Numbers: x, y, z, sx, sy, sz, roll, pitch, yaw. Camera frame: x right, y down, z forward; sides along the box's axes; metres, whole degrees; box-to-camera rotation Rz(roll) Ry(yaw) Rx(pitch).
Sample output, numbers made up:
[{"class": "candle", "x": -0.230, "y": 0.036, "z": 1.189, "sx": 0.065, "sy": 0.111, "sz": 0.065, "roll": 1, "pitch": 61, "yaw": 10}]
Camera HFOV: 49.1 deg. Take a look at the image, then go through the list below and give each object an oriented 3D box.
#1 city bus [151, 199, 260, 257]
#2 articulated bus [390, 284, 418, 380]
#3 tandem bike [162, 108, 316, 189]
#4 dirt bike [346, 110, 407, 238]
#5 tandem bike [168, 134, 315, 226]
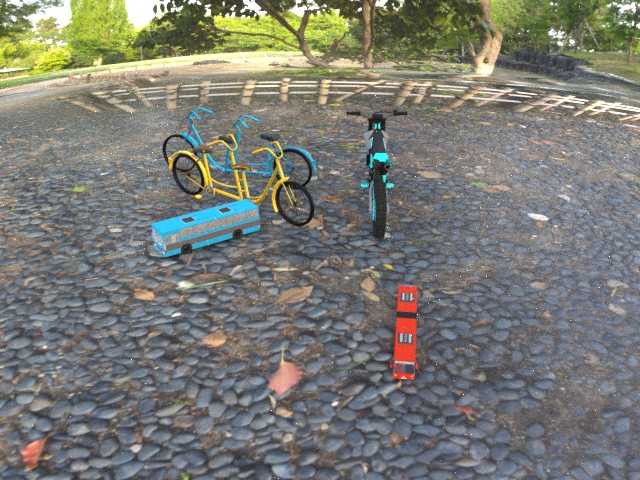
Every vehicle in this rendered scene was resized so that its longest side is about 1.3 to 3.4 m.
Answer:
[{"class": "city bus", "x": -1.763, "y": -0.183, "z": 10.955, "sx": 1.674, "sy": 0.460, "sz": 0.476, "roll": -18, "pitch": 32, "yaw": -31}, {"class": "articulated bus", "x": 1.057, "y": 1.089, "z": 8.633, "sx": 0.311, "sy": 0.289, "sz": 1.749, "roll": 3, "pitch": 27, "yaw": 7}, {"class": "tandem bike", "x": -1.570, "y": -1.720, "z": 13.031, "sx": 3.192, "sy": 1.326, "sz": 0.550, "roll": 9, "pitch": 28, "yaw": 18}, {"class": "dirt bike", "x": 0.943, "y": -1.268, "z": 11.762, "sx": 1.024, "sy": 1.666, "sz": 2.903, "roll": 1, "pitch": 27, "yaw": 1}, {"class": "tandem bike", "x": -1.416, "y": -1.133, "z": 11.872, "sx": 3.192, "sy": 1.326, "sz": 0.550, "roll": 17, "pitch": 31, "yaw": 30}]
